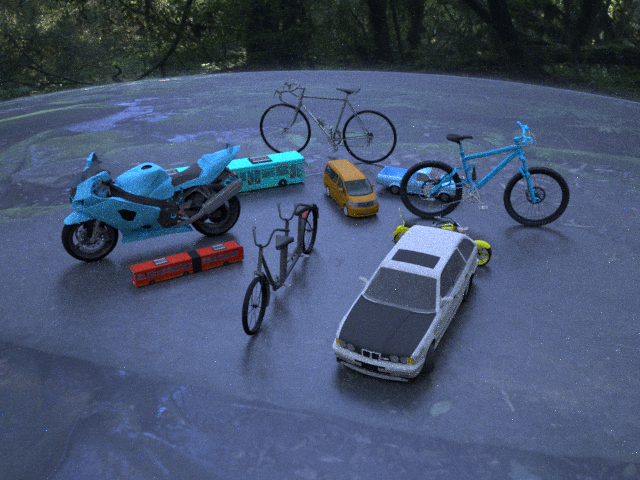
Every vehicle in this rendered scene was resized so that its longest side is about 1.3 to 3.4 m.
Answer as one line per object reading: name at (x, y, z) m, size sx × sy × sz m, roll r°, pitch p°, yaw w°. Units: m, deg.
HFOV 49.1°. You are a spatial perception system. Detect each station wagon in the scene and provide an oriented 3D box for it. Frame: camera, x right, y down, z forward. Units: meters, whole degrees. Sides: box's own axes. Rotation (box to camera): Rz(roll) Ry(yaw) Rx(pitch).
station wagon at (1.227, 0.667, 9.328) m, size 1.327 × 0.920 × 3.105 m, roll 12°, pitch 29°, yaw 22°

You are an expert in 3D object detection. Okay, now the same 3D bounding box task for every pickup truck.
pickup truck at (1.900, -1.149, 13.360) m, size 1.603 × 0.511 × 0.640 m, roll 11°, pitch 29°, yaw 20°

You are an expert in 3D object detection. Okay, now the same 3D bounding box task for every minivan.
minivan at (0.562, -0.958, 12.869) m, size 0.681 × 0.616 × 1.548 m, roll -9°, pitch 28°, yaw -17°

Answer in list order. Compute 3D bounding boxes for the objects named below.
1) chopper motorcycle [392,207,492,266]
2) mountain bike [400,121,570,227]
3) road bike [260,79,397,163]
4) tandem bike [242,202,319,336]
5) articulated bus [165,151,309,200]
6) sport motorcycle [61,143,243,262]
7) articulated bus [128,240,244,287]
chopper motorcycle at (1.902, -0.052, 10.921) m, size 1.563 × 0.761 × 0.466 m, roll 10°, pitch 29°, yaw 18°
mountain bike at (2.800, -1.063, 11.890) m, size 2.857 × 1.688 × 1.114 m, roll 4°, pitch 27°, yaw 9°
road bike at (0.141, -2.482, 14.721) m, size 3.004 × 1.656 × 0.697 m, roll 7°, pitch 28°, yaw 14°
tandem bike at (-0.497, 0.097, 10.005) m, size 0.550 × 1.326 × 3.192 m, roll 8°, pitch 28°, yaw 15°
articulated bus at (-1.896, -1.169, 13.344) m, size 3.401 × 0.561 × 0.605 m, roll -11°, pitch 29°, yaw -21°
sport motorcycle at (-2.618, -0.610, 11.099) m, size 2.955 × 1.596 × 0.983 m, roll -13°, pitch 30°, yaw -24°
articulated bus at (-2.010, 0.350, 10.652) m, size 1.749 × 0.289 × 0.311 m, roll -14°, pitch 30°, yaw -26°
